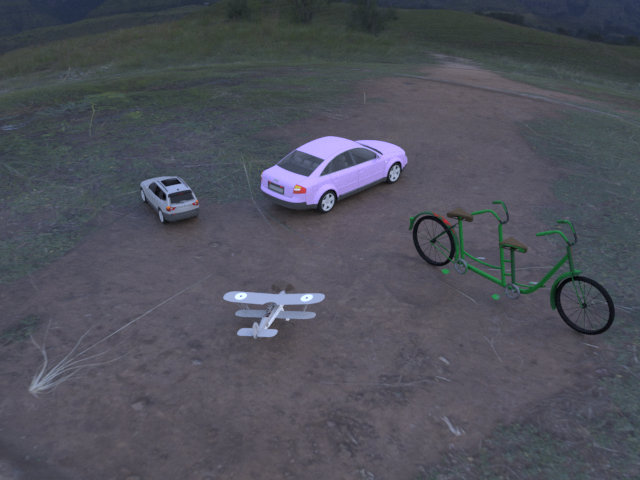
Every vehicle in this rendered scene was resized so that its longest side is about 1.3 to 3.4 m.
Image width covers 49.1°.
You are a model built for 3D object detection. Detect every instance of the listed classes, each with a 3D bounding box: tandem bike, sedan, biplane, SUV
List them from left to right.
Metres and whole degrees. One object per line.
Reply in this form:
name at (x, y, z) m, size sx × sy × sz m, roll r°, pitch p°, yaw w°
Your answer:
SUV at (-2.558, -0.788, 11.844) m, size 0.656 × 0.580 × 1.572 m, roll -15°, pitch 31°, yaw -26°
biplane at (-0.634, 0.909, 8.654) m, size 1.336 × 0.504 × 1.090 m, roll 8°, pitch 28°, yaw 15°
sedan at (0.335, -1.347, 12.531) m, size 1.235 × 0.940 × 3.137 m, roll 24°, pitch 36°, yaw 38°
tandem bike at (2.409, 0.153, 9.220) m, size 0.550 × 1.326 × 3.192 m, roll -23°, pitch 35°, yaw -37°
